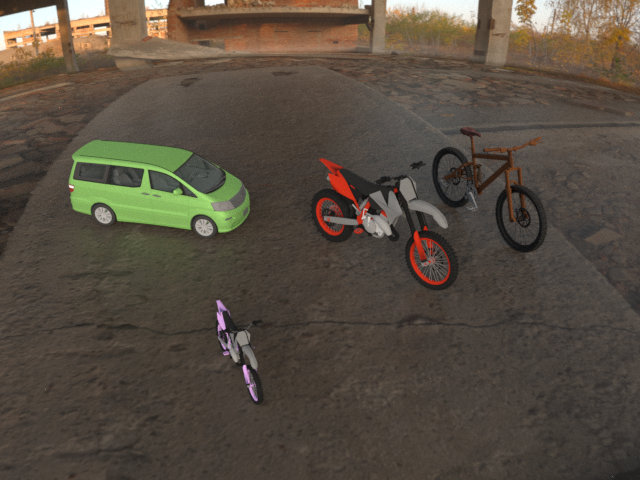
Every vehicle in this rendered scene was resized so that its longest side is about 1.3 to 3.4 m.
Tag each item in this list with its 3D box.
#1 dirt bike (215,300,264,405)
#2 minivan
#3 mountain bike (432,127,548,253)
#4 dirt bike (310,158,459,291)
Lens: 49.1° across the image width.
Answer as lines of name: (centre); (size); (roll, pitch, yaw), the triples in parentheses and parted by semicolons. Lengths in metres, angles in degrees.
dirt bike: (-0.983, 1.279, 8.386); (0.527, 0.857, 1.493); (-14, 32, -22)
minivan: (-2.712, -0.921, 11.937); (3.011, 1.197, 1.324); (7, 30, 12)
mountain bike: (2.736, -0.977, 11.538); (1.114, 1.688, 2.857); (-14, 32, -24)
dirt bike: (0.907, -0.375, 10.493); (1.024, 1.666, 2.903); (-26, 38, -38)
